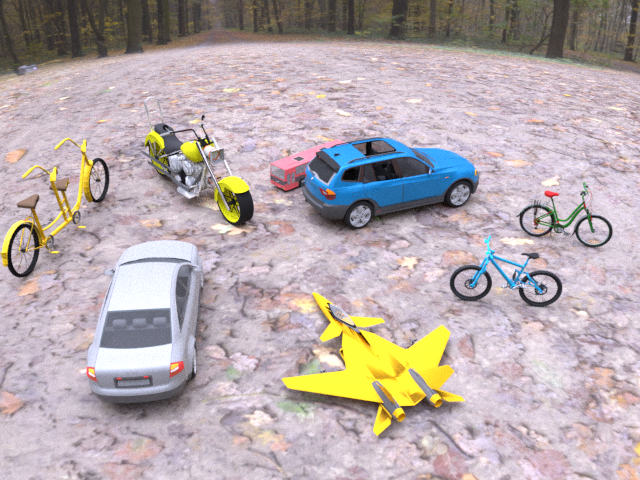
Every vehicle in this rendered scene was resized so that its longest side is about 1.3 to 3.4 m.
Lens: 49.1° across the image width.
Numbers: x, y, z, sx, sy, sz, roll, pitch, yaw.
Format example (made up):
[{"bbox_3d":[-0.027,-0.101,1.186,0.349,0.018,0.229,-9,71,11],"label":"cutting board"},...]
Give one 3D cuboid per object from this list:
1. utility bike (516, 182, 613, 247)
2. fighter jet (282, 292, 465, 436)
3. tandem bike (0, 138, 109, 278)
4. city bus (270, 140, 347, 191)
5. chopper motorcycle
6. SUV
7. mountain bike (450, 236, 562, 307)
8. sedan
[{"bbox_3d":[3.779,-0.426,10.764,1.435,0.946,0.535,12,32,20],"label":"utility bike"},{"bbox_3d":[0.502,1.156,8.424,2.229,0.557,2.640,-14,33,-23],"label":"fighter jet"},{"bbox_3d":[-4.013,-0.650,10.771,0.550,1.326,3.192,5,31,9],"label":"tandem bike"},{"bbox_3d":[-0.144,-1.371,12.875,1.674,0.460,0.476,-25,38,-36],"label":"city bus"},{"bbox_3d":[-2.127,-1.373,11.863,0.906,1.480,3.040,-23,37,-34],"label":"chopper motorcycle"},{"bbox_3d":[1.212,-1.110,11.760,3.058,1.128,1.276,-13,32,-20],"label":"SUV"},{"bbox_3d":[2.478,0.478,9.282,1.469,0.868,0.573,4,30,7],"label":"mountain bike"},{"bbox_3d":[-2.112,0.759,8.727,1.235,0.940,3.137,-3,30,-4],"label":"sedan"}]
